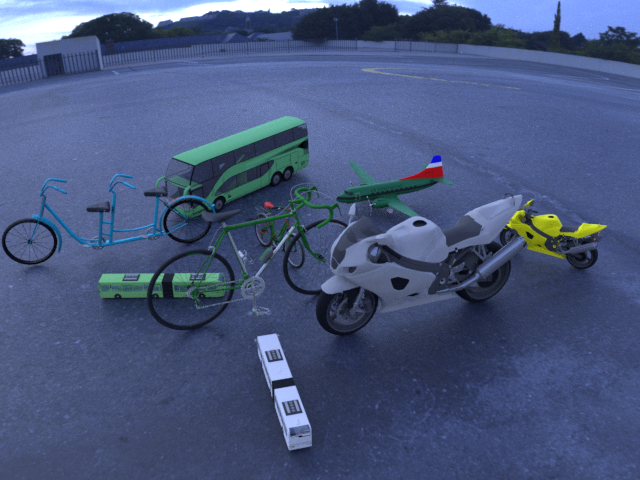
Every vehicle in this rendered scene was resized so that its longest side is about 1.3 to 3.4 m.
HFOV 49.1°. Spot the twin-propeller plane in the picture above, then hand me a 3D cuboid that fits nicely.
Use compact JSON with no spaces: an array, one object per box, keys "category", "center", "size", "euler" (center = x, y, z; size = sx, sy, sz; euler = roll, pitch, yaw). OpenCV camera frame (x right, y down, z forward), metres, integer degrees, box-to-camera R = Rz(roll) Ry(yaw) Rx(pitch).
[{"category":"twin-propeller plane","center":[1.266,-1.010,12.406],"size":[2.129,0.792,2.663],"euler":[-11,30,-19]}]

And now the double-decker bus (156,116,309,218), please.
[{"category":"double-decker bus","center":[-1.468,-1.360,12.788],"size":[0.756,1.052,3.251],"euler":[21,35,34]}]

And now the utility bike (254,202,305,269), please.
[{"category":"utility bike","center":[-0.607,-0.197,10.708],"size":[0.535,0.946,1.435],"euler":[-19,33,-31]}]

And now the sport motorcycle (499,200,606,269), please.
[{"category":"sport motorcycle","center":[3.483,-0.069,10.600],"size":[1.520,0.821,0.506],"euler":[16,32,27]}]

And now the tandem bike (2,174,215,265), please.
[{"category":"tandem bike","center":[-3.174,-0.376,10.640],"size":[3.192,1.326,0.550],"euler":[-8,29,-15]}]

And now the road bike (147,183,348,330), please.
[{"category":"road bike","center":[-0.805,0.225,9.155],"size":[3.004,1.656,0.697],"euler":[-14,31,-24]}]

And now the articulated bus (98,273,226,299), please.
[{"category":"articulated bus","center":[-2.217,0.638,9.835],"size":[1.749,0.289,0.311],"euler":[0,28,-1]}]

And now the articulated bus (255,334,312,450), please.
[{"category":"articulated bus","center":[-0.427,1.659,7.911],"size":[0.311,0.289,1.749],"euler":[-7,29,-13]}]

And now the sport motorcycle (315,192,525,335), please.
[{"category":"sport motorcycle","center":[1.311,0.301,9.075],"size":[2.955,1.596,0.983],"euler":[-12,30,-21]}]
